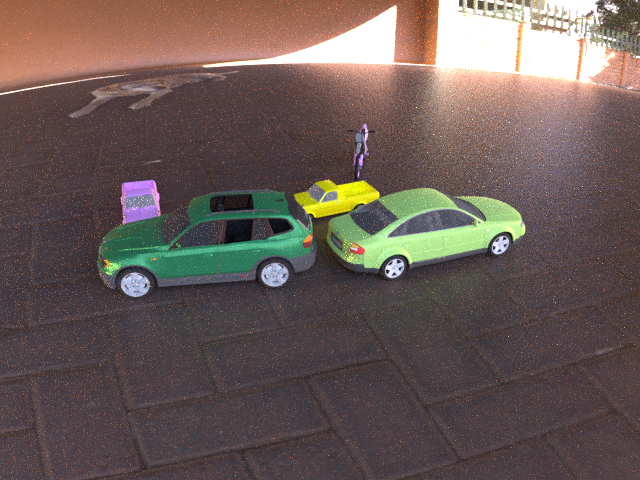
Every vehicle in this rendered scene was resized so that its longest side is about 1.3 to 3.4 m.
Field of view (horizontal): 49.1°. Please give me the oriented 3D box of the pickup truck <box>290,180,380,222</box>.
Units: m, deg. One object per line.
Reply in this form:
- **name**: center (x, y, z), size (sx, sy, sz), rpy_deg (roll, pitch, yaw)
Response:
- **pickup truck**: center (0.194, -0.719, 11.860), size (1.603, 0.511, 0.640), rpy_deg (-12, 30, -22)

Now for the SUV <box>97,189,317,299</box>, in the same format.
- **SUV**: center (-1.579, -0.022, 9.893), size (3.058, 1.128, 1.276), rpy_deg (-4, 28, -7)

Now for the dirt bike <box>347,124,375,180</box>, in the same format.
- **dirt bike**: center (0.794, -1.753, 13.436), size (0.527, 0.857, 1.493), rpy_deg (4, 28, 8)

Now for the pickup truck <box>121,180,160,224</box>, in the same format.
- **pickup truck**: center (-2.988, -0.614, 11.663), size (0.640, 0.511, 1.603), rpy_deg (-7, 29, -13)

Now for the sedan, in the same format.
- **sedan**: center (1.643, -0.242, 10.507), size (3.137, 0.940, 1.235), rpy_deg (-11, 30, -20)
